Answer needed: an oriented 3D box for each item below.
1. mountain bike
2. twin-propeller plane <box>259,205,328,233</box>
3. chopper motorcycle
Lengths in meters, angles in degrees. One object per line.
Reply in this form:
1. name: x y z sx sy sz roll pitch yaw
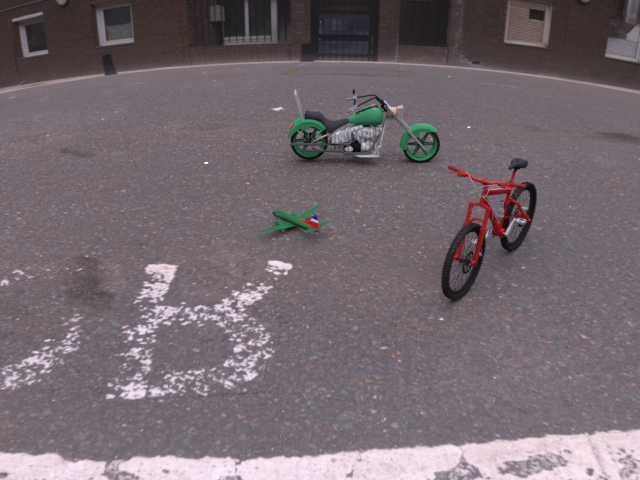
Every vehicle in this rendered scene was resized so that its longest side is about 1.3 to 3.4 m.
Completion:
1. mountain bike: 2.498 -0.299 9.980 1.114 1.688 2.857 20 34 33
2. twin-propeller plane: -0.404 -0.354 11.450 1.095 0.407 1.370 24 36 38
3. chopper motorcycle: 0.877 -2.258 13.897 3.040 1.480 0.906 0 28 0
